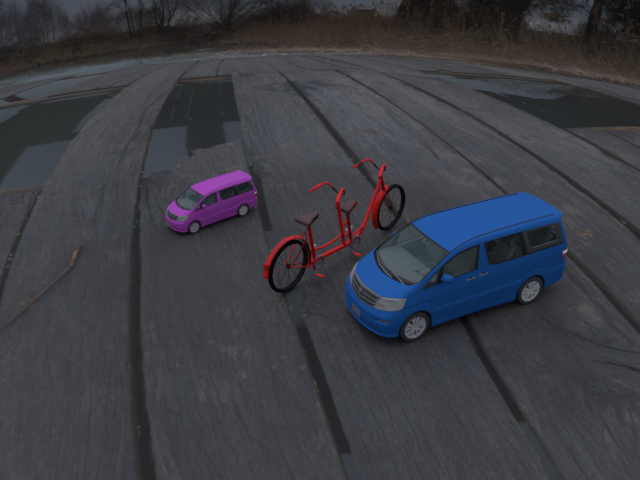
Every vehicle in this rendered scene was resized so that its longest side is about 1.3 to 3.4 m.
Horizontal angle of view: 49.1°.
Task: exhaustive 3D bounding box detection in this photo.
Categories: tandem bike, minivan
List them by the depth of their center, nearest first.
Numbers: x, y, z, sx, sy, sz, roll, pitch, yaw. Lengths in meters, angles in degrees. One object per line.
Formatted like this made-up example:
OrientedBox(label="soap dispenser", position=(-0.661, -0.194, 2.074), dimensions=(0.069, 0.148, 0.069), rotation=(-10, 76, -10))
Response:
OrientedBox(label="minivan", position=(1.798, 0.283, 9.220), dimensions=(3.011, 1.197, 1.324), rotation=(-14, 32, -23))
OrientedBox(label="tandem bike", position=(0.313, -0.303, 10.136), dimensions=(0.550, 1.326, 3.192), rotation=(23, 37, 35))
OrientedBox(label="minivan", position=(-1.787, -0.636, 11.460), dimensions=(1.548, 0.616, 0.681), rotation=(-22, 36, -34))
